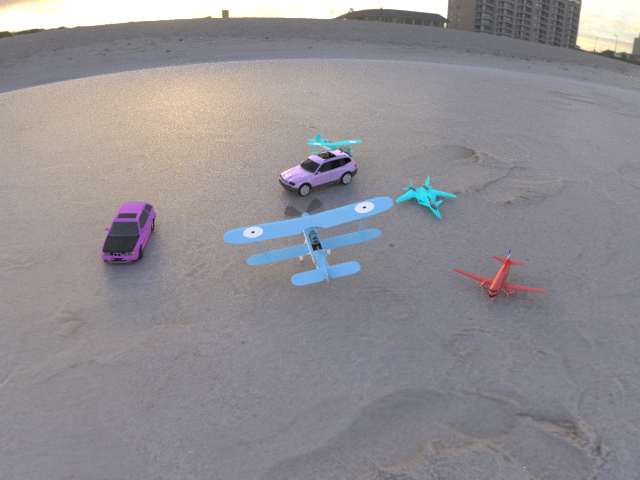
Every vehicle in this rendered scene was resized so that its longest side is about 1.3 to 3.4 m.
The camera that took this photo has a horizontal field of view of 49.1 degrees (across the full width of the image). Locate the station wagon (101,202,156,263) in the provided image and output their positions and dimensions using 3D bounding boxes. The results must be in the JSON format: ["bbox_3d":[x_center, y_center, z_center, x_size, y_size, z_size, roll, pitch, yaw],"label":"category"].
[{"bbox_3d":[-3.127,-0.173,11.440,0.682,0.473,1.597,0,29,-1],"label":"station wagon"}]

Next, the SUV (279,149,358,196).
[{"bbox_3d":[-0.027,-1.327,13.434,1.572,0.580,0.656,-18,33,-29],"label":"SUV"}]

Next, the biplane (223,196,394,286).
[{"bbox_3d":[-0.108,0.087,10.436,2.598,0.981,2.120,-5,29,-9],"label":"biplane"}]

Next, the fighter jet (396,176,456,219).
[{"bbox_3d":[1.973,-0.768,12.719,1.147,0.286,1.358,-5,29,-9],"label":"fighter jet"}]

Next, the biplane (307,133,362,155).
[{"bbox_3d":[0.221,-1.952,14.654,1.336,0.504,1.090,-18,33,-29],"label":"biplane"}]

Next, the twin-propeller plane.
[{"bbox_3d":[2.648,0.517,10.249,1.370,0.407,1.095,14,32,23],"label":"twin-propeller plane"}]
